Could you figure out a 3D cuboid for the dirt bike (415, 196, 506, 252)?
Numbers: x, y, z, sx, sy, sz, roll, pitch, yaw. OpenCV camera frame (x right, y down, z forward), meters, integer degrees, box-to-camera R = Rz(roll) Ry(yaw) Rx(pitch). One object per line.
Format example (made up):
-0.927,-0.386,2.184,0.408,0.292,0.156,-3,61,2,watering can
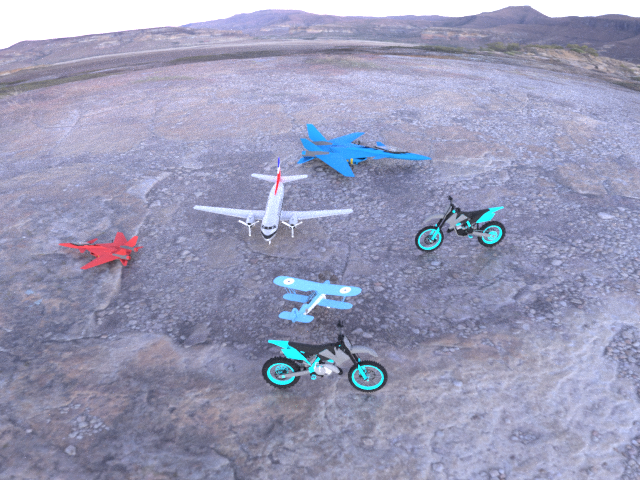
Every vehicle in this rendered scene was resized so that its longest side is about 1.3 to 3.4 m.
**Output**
2.226,-0.218,10.977,1.493,0.857,0.527,-5,31,-8,dirt bike

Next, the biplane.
-0.129,0.823,9.564,1.336,0.504,1.090,15,34,24,biplane

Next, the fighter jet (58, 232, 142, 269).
-3.540,0.081,11.033,1.358,0.286,1.147,8,31,13,fighter jet

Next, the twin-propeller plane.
-0.773,-0.661,11.791,2.663,0.792,2.129,1,31,2,twin-propeller plane

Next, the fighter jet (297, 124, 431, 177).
0.928,-1.861,14.048,2.640,0.557,2.229,4,31,7,fighter jet

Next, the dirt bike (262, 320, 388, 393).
0.053,1.425,8.201,1.493,0.857,0.527,2,31,4,dirt bike
